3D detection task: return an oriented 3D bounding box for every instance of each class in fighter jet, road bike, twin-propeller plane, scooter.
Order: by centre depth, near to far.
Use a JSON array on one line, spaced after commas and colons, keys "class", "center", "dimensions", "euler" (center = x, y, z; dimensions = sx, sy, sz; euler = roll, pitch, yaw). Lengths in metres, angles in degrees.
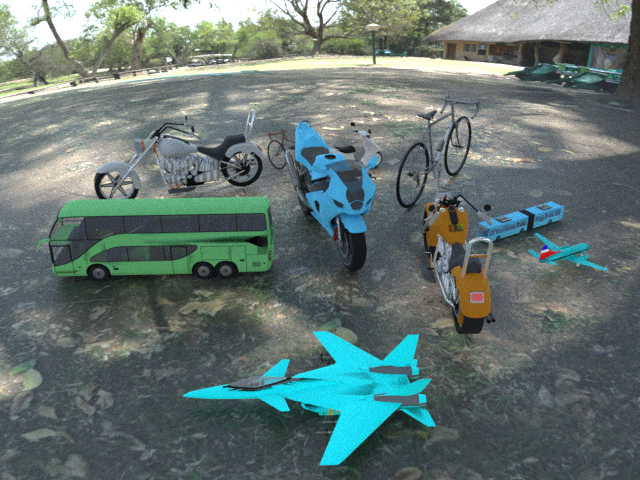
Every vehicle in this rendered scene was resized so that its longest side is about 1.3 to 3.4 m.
[{"class": "fighter jet", "center": [-0.158, 1.500, 7.515], "dimensions": [2.640, 0.557, 2.229], "euler": [-1, 27, -2]}, {"class": "twin-propeller plane", "center": [3.636, 0.156, 10.370], "dimensions": [1.095, 0.407, 1.370], "euler": [-15, 30, -27]}, {"class": "road bike", "center": [2.128, -1.675, 12.635], "dimensions": [0.696, 1.656, 3.004], "euler": [17, 31, 30]}, {"class": "road bike", "center": [-0.531, -1.640, 13.462], "dimensions": [0.358, 0.852, 1.545], "euler": [-22, 34, -37]}, {"class": "scooter", "center": [0.656, -1.747, 13.602], "dimensions": [1.399, 0.919, 0.662], "euler": [-16, 31, -29]}]

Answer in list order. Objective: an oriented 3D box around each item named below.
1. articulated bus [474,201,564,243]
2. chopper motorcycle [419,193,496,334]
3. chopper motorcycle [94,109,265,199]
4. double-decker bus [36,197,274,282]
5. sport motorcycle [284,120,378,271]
[{"class": "articulated bus", "center": [3.278, -0.306, 11.425], "dimensions": [1.749, 0.289, 0.311], "euler": [-15, 30, -28]}, {"class": "chopper motorcycle", "center": [1.785, 0.025, 9.433], "dimensions": [0.906, 1.480, 3.040], "euler": [-1, 27, -2]}, {"class": "chopper motorcycle", "center": [-2.478, -1.473, 12.427], "dimensions": [3.040, 1.480, 0.906], "euler": [-9, 28, -17]}, {"class": "double-decker bus", "center": [-2.298, -0.036, 10.033], "dimensions": [3.251, 1.052, 0.756], "euler": [-1, 27, -2]}, {"class": "sport motorcycle", "center": [0.135, -0.753, 10.857], "dimensions": [0.983, 1.596, 2.955], "euler": [-8, 28, -16]}]
